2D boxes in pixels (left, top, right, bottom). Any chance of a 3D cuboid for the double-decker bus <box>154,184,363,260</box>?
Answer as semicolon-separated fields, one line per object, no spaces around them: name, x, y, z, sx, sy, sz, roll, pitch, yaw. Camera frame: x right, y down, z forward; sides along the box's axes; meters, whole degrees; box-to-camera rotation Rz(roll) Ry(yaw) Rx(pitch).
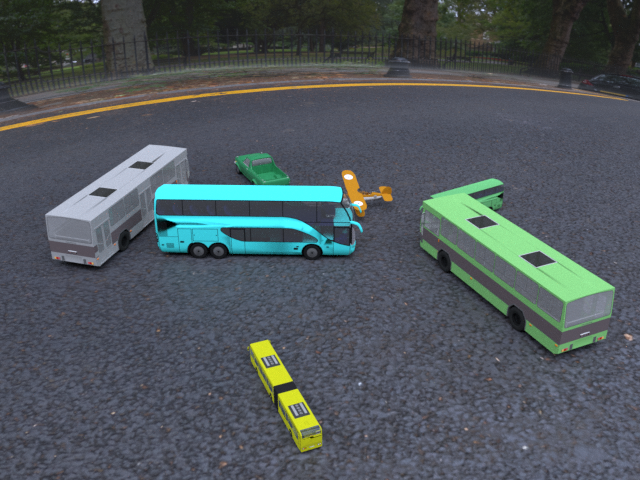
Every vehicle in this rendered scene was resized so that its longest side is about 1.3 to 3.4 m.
double-decker bus;-0.959;-0.305;11.102;3.251;1.052;0.756;1;28;1

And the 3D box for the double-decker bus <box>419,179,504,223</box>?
double-decker bus;2.517;-0.640;12.293;1.672;0.541;0.389;-16;32;-28

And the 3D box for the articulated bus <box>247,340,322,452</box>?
articulated bus;-0.423;1.733;8.023;0.311;0.289;1.749;-11;30;-20

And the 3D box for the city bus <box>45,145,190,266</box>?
city bus;-3.290;-0.645;11.922;0.926;0.894;3.255;8;29;14

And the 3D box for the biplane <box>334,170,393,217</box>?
biplane;0.765;-0.787;12.614;1.090;0.504;1.336;-4;28;-8

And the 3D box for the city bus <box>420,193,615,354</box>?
city bus;2.619;0.382;9.956;0.926;0.894;3.255;-12;30;-22

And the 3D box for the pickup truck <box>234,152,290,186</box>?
pickup truck;-1.155;-1.393;13.769;0.640;0.511;1.603;-13;30;-23
